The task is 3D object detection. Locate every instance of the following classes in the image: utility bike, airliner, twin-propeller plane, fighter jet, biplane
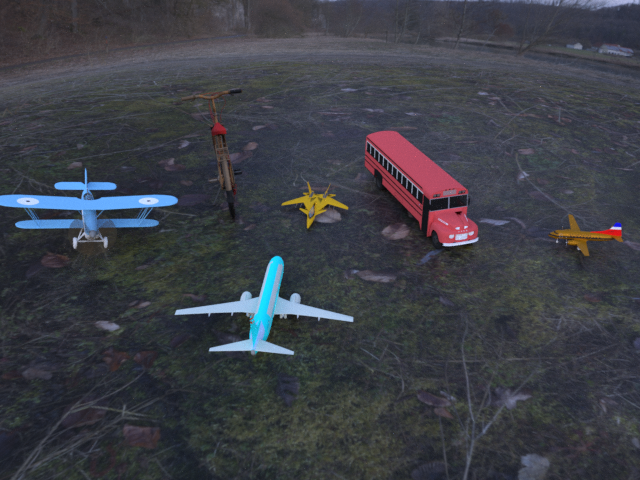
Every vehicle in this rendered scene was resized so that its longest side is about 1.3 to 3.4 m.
[{"bbox_3d":[-1.777,-1.574,12.043,1.039,1.839,2.791,-5,29,-10],"label":"utility bike"},{"bbox_3d":[-0.690,0.658,8.998,2.257,0.835,2.541,2,29,3],"label":"airliner"},{"bbox_3d":[4.110,-0.112,10.857,1.095,0.407,1.370,4,29,7],"label":"twin-propeller plane"},{"bbox_3d":[-0.103,-0.589,11.857,1.147,0.286,1.358,4,29,7],"label":"fighter jet"},{"bbox_3d":[-3.577,-0.500,10.970,2.598,0.981,2.120,-10,30,-17],"label":"biplane"}]

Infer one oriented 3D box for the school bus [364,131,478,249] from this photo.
[{"bbox_3d":[1.659,-0.920,11.883,0.709,0.844,3.322,-9,30,-16],"label":"school bus"}]
